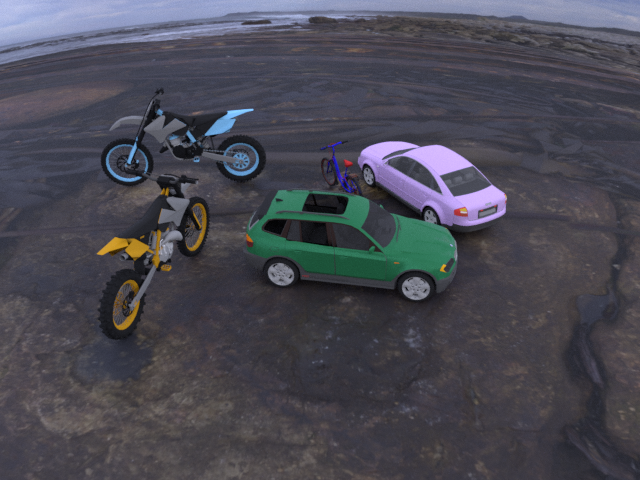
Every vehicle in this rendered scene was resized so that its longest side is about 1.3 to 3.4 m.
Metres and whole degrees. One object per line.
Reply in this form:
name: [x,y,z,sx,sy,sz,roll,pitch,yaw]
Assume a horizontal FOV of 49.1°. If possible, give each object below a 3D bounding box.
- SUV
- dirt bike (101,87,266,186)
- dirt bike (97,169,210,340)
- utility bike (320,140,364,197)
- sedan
SUV: [0.434,-0.016,9.981,3.058,1.128,1.276,6,32,9]
dirt bike: [-2.411,-1.724,12.248,2.903,1.666,1.024,-3,32,-5]
dirt bike: [-2.202,-0.013,9.462,1.024,1.666,2.903,9,33,15]
utility bike: [0.326,-1.168,12.032,0.535,0.946,1.435,-16,35,-24]
sedan: [1.817,-1.108,11.939,1.235,0.940,3.137,-17,36,-26]
